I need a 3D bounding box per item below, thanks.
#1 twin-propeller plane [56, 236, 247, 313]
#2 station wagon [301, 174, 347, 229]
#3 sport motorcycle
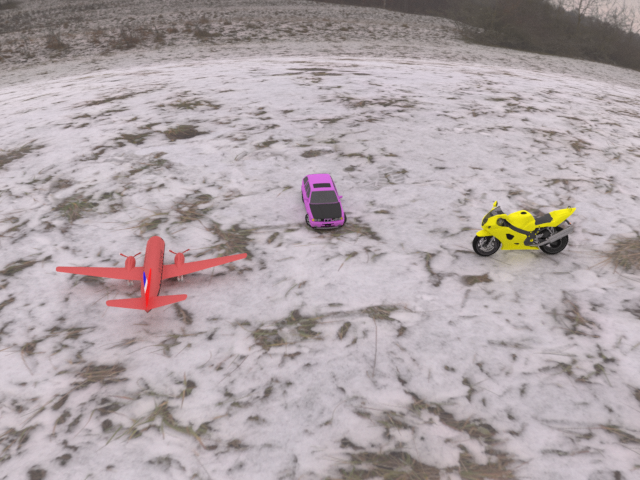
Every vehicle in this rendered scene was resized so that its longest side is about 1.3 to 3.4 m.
[{"bbox_3d":[-2.344,0.350,9.752,2.663,0.792,2.129,-4,29,-7],"label":"twin-propeller plane"},{"bbox_3d":[0.036,-0.712,12.039,0.682,0.473,1.597,-3,29,-6],"label":"station wagon"},{"bbox_3d":[3.080,-0.137,10.617,1.520,0.821,0.506,-2,29,-4],"label":"sport motorcycle"}]
